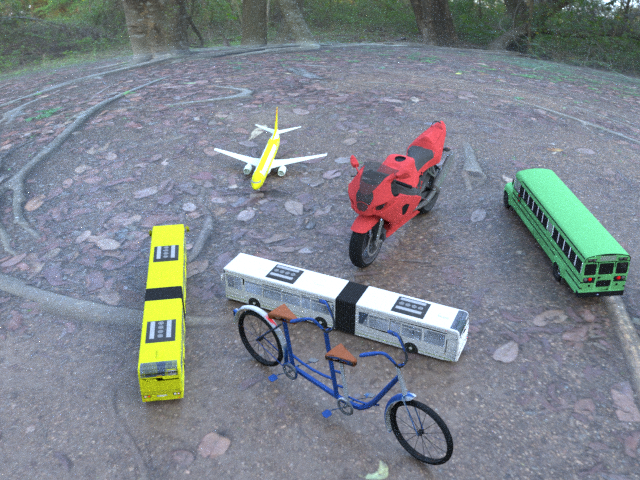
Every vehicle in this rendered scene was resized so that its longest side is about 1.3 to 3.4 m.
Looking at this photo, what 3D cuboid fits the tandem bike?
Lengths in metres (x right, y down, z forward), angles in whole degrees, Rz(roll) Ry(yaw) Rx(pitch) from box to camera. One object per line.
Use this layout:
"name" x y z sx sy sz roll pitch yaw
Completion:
"tandem bike" 0.132 1.346 7.773 3.192 1.326 0.550 24 38 35

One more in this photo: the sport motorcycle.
"sport motorcycle" 1.265 -0.768 11.076 0.983 1.596 2.955 18 35 27

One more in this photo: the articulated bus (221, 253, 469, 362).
"articulated bus" 0.254 0.854 9.353 3.401 0.561 0.605 13 33 22

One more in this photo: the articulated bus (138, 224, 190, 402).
"articulated bus" -2.065 0.817 9.416 0.605 0.561 3.401 -4 31 -7

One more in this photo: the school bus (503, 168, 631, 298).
"school bus" 3.717 -0.275 10.982 0.709 0.844 3.322 -3 31 -5

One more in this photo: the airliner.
"airliner" -1.019 -1.758 13.494 2.257 0.835 2.541 4 31 6
